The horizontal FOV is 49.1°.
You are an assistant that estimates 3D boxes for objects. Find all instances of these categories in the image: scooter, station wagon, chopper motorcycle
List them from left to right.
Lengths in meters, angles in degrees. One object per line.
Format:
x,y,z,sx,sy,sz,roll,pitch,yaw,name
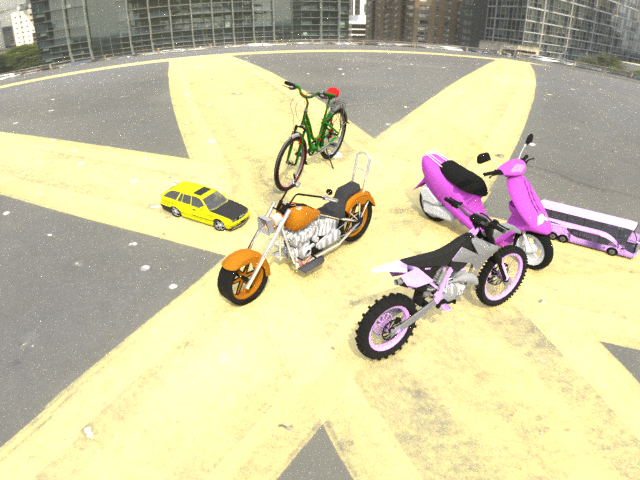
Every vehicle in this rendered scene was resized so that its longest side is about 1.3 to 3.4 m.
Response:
-1.952,-0.616,11.892,1.597,0.473,0.682,17,35,26,station wagon
-0.267,-0.217,10.224,0.906,1.480,3.040,26,39,37,chopper motorcycle
2.523,-0.757,10.839,1.288,1.786,2.721,-23,37,-33,scooter

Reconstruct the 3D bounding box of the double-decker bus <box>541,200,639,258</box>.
4.245,-0.172,11.072,1.672,0.541,0.389,17,35,27,double-decker bus

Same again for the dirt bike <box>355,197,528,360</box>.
1.649,0.452,8.906,2.903,1.666,1.024,-19,35,-29,dirt bike

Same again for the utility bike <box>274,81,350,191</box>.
-0.015,-2.080,13.031,1.039,1.839,2.791,16,34,25,utility bike
